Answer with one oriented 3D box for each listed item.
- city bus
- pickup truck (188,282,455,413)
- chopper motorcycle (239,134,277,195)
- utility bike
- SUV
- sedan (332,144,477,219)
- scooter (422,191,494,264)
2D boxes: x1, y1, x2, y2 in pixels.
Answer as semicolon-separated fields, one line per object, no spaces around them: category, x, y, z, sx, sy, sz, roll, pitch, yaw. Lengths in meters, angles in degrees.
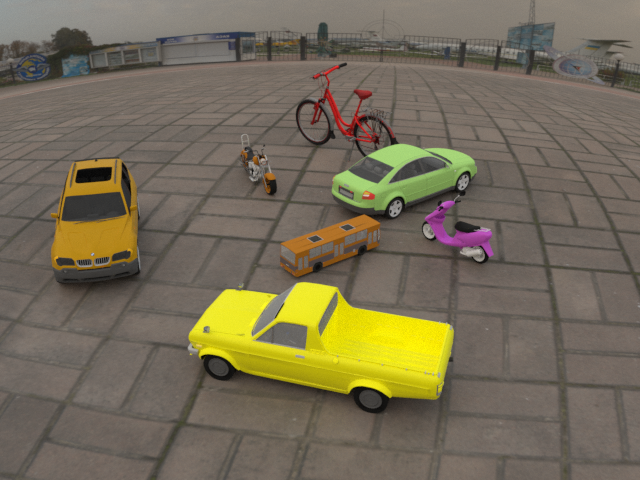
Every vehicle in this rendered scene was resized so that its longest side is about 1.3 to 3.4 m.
city bus;0.182;0.093;10.903;1.674;0.460;0.476;-20;34;-32
pickup truck;0.006;1.149;8.369;3.117;0.993;1.244;8;29;15
chopper motorcycle;-1.196;-1.465;13.491;0.466;0.761;1.563;-13;31;-23
utility bike;0.457;-2.601;14.470;2.791;1.839;1.039;22;35;35
SUV;-3.534;-0.405;11.125;1.276;1.128;3.058;-6;29;-11
sedan;1.629;-1.253;12.908;3.137;0.940;1.235;-21;35;-34
scooter;2.157;-0.222;11.006;0.662;0.919;1.399;-22;35;-35
